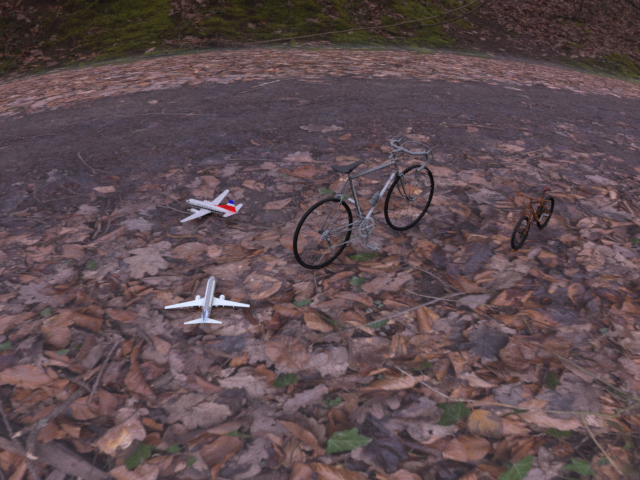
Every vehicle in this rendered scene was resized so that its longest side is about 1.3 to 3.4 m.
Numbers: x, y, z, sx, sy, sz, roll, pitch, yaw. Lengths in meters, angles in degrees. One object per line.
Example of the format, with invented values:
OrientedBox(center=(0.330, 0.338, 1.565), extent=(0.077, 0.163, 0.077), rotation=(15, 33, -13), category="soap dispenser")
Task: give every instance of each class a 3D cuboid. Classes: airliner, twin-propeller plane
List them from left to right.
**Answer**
OrientedBox(center=(-1.559, 0.765, 9.734), extent=(1.161, 0.429, 1.307), rotation=(-1, 30, -2), category="airliner")
OrientedBox(center=(-1.902, -0.607, 12.112), extent=(1.095, 0.407, 1.370), rotation=(15, 33, 24), category="twin-propeller plane")

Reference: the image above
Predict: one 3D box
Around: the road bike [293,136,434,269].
OrientedBox(center=(0.765, -0.601, 10.861), extent=(3.004, 1.656, 0.697), rotation=(-23, 37, -34), category="road bike")

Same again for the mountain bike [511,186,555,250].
OrientedBox(center=(3.477, -0.421, 11.335), extent=(0.573, 0.868, 1.469), rotation=(23, 37, 34), category="mountain bike")
